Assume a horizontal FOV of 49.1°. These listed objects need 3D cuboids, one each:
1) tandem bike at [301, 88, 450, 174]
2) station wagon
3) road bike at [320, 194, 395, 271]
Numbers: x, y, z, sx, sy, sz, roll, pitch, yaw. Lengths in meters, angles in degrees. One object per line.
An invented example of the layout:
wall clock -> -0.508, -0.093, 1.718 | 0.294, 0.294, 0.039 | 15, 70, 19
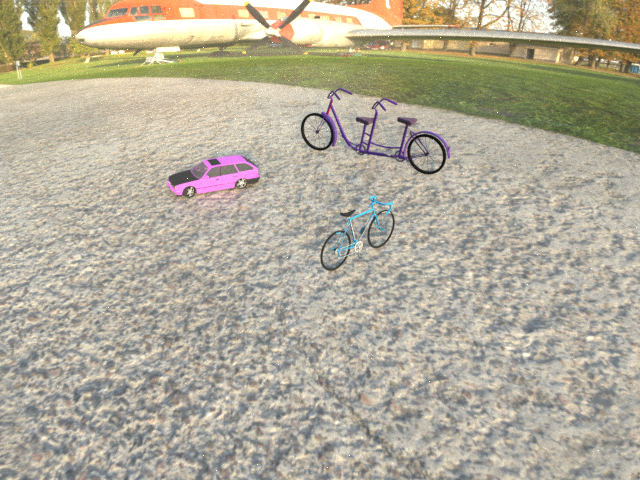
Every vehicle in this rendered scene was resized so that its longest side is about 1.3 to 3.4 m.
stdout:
tandem bike -> 0.974, -2.084, 13.189 | 3.192, 1.326, 0.550 | 16, 32, 28
station wagon -> -1.886, -1.153, 12.325 | 1.597, 0.473, 0.682 | -12, 30, -22
road bike -> 0.561, -0.119, 9.934 | 1.545, 0.852, 0.358 | -24, 36, -38
